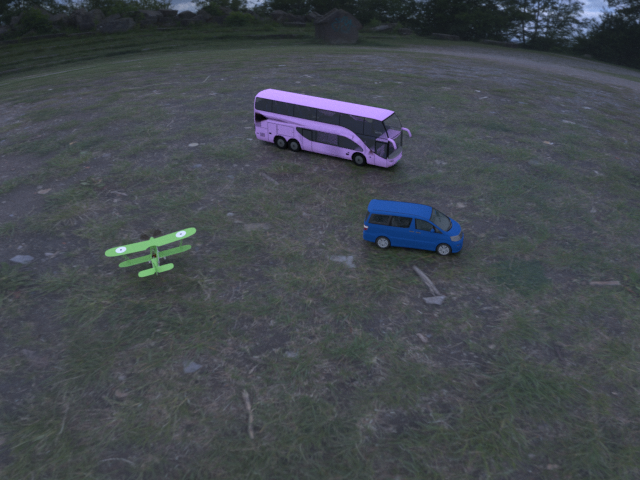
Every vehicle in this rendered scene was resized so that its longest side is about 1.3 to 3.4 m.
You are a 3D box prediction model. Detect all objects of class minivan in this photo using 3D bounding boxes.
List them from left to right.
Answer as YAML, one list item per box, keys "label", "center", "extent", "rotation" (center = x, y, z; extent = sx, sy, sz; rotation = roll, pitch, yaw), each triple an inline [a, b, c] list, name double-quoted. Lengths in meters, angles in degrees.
- label: "minivan"
  center: [1.461, -0.217, 10.890]
  extent: [1.548, 0.616, 0.681]
  rotation: [7, 30, 12]

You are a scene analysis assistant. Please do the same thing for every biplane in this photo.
- label: "biplane"
  center: [-2.440, 0.231, 10.218]
  extent: [1.336, 0.504, 1.090]
  rotation: [-8, 31, -13]

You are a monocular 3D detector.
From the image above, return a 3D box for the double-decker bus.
- label: "double-decker bus"
  center: [0.176, -2.236, 13.988]
  extent: [3.251, 1.052, 0.756]
  rotation: [16, 33, 25]
